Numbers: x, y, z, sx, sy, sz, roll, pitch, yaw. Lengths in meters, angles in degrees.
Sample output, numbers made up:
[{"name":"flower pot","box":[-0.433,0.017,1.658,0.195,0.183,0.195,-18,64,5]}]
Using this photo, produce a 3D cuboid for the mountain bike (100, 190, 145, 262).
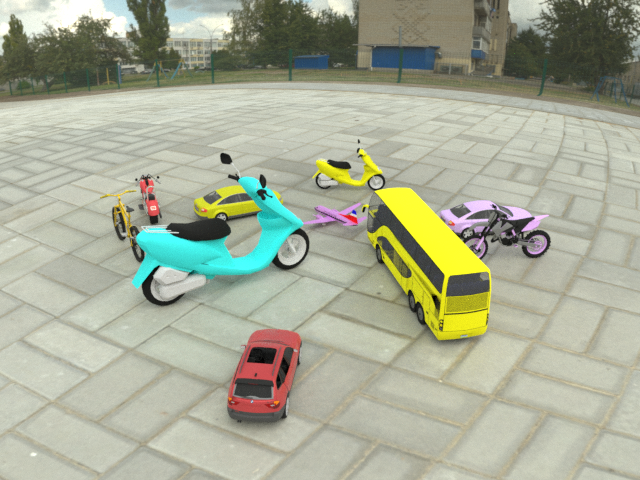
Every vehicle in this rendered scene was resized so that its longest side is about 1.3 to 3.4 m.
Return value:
[{"name":"mountain bike","box":[-3.029,-0.247,10.966,0.573,0.868,1.469,-15,29,-28]}]

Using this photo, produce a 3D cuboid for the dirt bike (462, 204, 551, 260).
[{"name":"dirt bike","box":[2.827,-0.071,10.605,1.493,0.857,0.527,-5,26,-10]}]

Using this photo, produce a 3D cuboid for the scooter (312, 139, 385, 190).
[{"name":"scooter","box":[0.555,-1.393,13.330,1.399,0.919,0.662,2,25,4]}]

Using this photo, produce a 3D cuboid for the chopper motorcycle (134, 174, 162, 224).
[{"name":"chopper motorcycle","box":[-3.022,-0.831,12.327,0.466,0.761,1.563,-8,27,-17]}]

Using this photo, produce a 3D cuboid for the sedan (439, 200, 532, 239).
[{"name":"sedan","box":[2.796,-0.390,11.717,1.613,0.483,0.635,-5,26,-11]}]

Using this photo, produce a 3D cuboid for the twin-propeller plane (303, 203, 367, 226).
[{"name":"twin-propeller plane","box":[0.266,-0.456,11.946,1.370,0.407,1.095,-20,32,-36]}]

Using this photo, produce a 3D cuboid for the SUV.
[{"name":"SUV","box":[-0.596,1.408,7.799,0.656,0.580,1.572,3,25,6]}]

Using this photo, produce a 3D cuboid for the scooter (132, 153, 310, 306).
[{"name":"scooter","box":[-1.307,-0.145,9.674,2.721,1.786,1.288,-16,29,-30]}]

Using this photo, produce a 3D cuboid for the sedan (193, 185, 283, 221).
[{"name":"sedan","box":[-1.427,-0.695,12.363,1.613,0.483,0.635,-12,28,-25]}]

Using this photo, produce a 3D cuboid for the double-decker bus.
[{"name":"double-decker bus","box":[1.400,0.186,9.833,0.756,1.052,3.251,-6,26,-12]}]
